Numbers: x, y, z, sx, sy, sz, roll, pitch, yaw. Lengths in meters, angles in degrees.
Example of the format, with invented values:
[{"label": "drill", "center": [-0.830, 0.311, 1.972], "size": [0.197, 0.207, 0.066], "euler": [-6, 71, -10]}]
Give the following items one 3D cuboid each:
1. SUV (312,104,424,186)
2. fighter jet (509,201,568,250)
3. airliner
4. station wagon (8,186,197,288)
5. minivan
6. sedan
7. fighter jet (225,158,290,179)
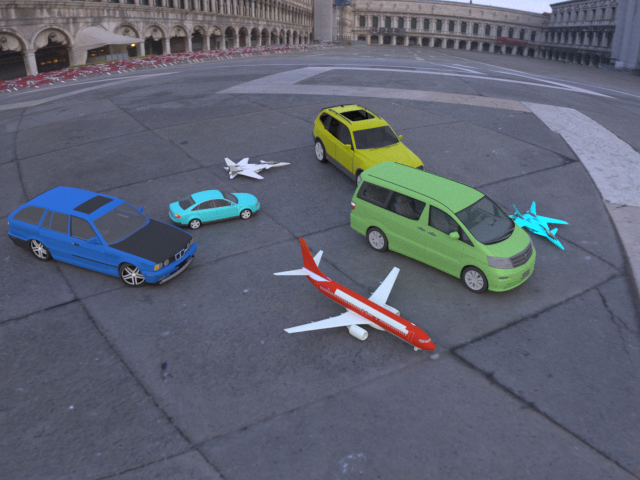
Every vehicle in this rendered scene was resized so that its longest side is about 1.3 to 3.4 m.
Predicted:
[{"label": "SUV", "center": [0.903, -1.874, 14.006], "size": [1.276, 1.128, 3.058], "euler": [-13, 31, -22]}, {"label": "fighter jet", "center": [3.773, -0.233, 11.890], "size": [1.147, 0.286, 1.358], "euler": [-8, 30, -14]}, {"label": "airliner", "center": [0.563, 0.741, 9.544], "size": [2.257, 0.835, 2.541], "euler": [-26, 38, -38]}, {"label": "station wagon", "center": [-3.457, -0.147, 11.073], "size": [3.105, 0.920, 1.327], "euler": [13, 31, 22]}, {"label": "minivan", "center": [1.911, -0.264, 11.000], "size": [3.011, 1.197, 1.324], "euler": [24, 37, 36]}, {"label": "sedan", "center": [-1.855, -0.611, 12.374], "size": [1.613, 0.483, 0.635], "euler": [-12, 31, -21]}, {"label": "fighter jet", "center": [-1.249, -1.550, 14.289], "size": [1.358, 0.286, 1.147], "euler": [-10, 30, -18]}]
